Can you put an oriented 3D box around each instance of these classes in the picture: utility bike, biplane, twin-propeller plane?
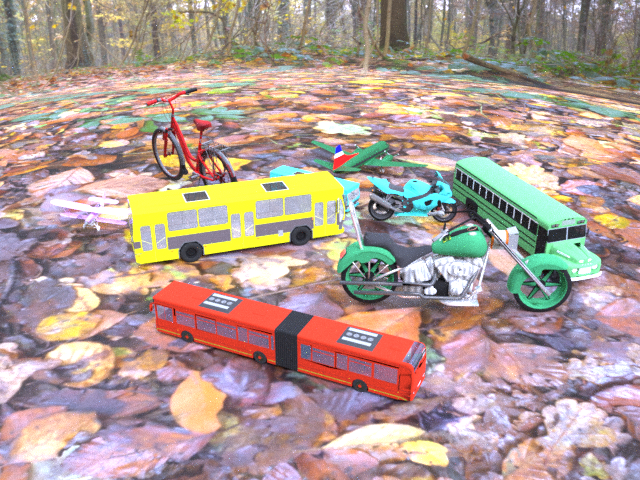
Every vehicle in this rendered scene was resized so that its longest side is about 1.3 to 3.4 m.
[{"bbox_3d":[-2.375,-1.658,12.467,1.039,1.839,2.791,-22,34,-37],"label":"utility bike"},{"bbox_3d":[-3.680,-0.472,11.565,1.336,0.504,1.090,0,26,1],"label":"biplane"},{"bbox_3d":[0.834,-1.717,13.778,2.663,0.792,2.129,16,31,30],"label":"twin-propeller plane"}]

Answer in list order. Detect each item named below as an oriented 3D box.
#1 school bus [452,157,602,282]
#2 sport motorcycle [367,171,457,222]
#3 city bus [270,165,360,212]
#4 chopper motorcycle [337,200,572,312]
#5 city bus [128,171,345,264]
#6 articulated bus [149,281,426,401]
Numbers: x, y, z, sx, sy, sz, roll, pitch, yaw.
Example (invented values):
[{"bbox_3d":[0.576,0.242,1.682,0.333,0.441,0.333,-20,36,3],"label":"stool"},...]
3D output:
[{"bbox_3d":[3.171,-0.389,11.010,0.709,0.844,3.322,-8,27,-16],"label":"school bus"},{"bbox_3d":[1.531,-0.692,11.654,1.520,0.821,0.506,2,26,5],"label":"sport motorcycle"},{"bbox_3d":[-0.110,-0.908,12.504,1.674,0.460,0.476,16,30,30],"label":"city bus"},{"bbox_3d":[1.741,0.219,9.047,3.040,1.480,0.906,1,26,2],"label":"chopper motorcycle"},{"bbox_3d":[-1.267,-0.342,10.857,3.255,0.894,0.926,-9,27,-17],"label":"city bus"},{"bbox_3d":[-0.459,1.133,8.226,3.401,0.561,0.605,12,28,22],"label":"articulated bus"}]
